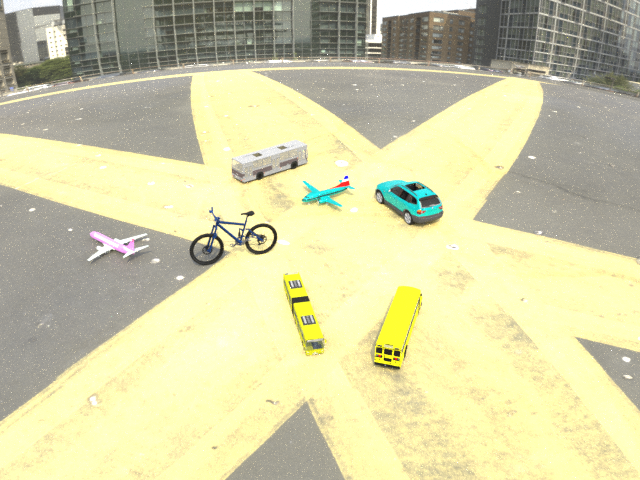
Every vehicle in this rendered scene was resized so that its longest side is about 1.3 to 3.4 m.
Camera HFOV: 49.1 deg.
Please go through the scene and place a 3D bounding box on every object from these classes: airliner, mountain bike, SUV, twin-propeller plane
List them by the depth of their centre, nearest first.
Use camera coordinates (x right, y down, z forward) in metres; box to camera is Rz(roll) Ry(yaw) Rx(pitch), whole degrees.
[{"bbox_3d":[-1.387,-0.071,11.266,1.469,0.868,0.573,-11,31,-19],"label":"mountain bike"},{"bbox_3d":[-3.451,-0.017,11.624,1.307,0.429,1.161,22,36,34],"label":"airliner"},{"bbox_3d":[1.630,-0.798,12.887,0.656,0.580,1.572,-14,32,-24],"label":"SUV"},{"bbox_3d":[0.119,-0.939,13.323,1.095,0.407,1.370,-17,33,-28],"label":"twin-propeller plane"}]

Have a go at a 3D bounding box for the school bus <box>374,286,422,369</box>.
[{"bbox_3d":[1.105,1.110,9.572,0.365,0.434,1.708,8,30,15],"label":"school bus"}]

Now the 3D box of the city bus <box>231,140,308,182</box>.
[{"bbox_3d":[-1.023,-1.628,14.519,1.674,0.460,0.476,-22,36,-34],"label":"city bus"}]

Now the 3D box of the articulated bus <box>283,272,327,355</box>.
[{"bbox_3d":[-0.251,1.006,9.911,0.311,0.289,1.749,-6,29,-11],"label":"articulated bus"}]
